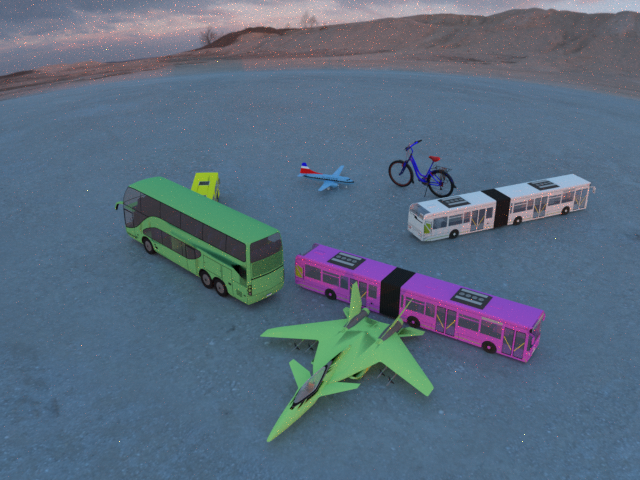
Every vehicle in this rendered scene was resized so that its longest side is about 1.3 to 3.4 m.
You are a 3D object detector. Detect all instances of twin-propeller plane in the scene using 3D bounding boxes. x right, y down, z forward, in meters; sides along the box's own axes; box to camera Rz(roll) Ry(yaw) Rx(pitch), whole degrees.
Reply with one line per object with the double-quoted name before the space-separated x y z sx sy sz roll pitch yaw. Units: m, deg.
"twin-propeller plane" 0.130 -1.220 13.257 1.095 0.407 1.370 9 28 17

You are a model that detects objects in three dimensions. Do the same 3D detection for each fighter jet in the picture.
"fighter jet" 0.154 1.360 7.948 2.229 0.557 2.640 15 30 27

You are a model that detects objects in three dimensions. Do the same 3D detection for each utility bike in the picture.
"utility bike" 1.837 -1.284 12.783 1.435 0.946 0.535 19 32 33

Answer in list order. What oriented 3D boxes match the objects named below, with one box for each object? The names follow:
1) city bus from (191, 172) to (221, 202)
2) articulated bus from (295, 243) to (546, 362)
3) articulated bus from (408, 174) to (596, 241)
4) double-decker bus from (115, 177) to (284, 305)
"city bus" -2.008 -0.649 12.059 0.476 0.460 1.674 -1 27 -2
"articulated bus" 1.190 0.754 9.152 3.401 0.561 0.605 16 31 29
"articulated bus" 3.077 -0.562 11.773 3.401 0.561 0.605 -11 29 -21
"double-decker bus" -1.825 -0.089 10.283 3.251 1.052 0.756 24 35 39
